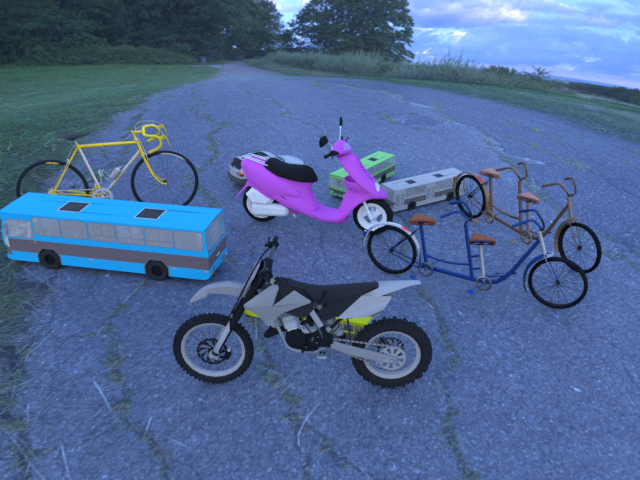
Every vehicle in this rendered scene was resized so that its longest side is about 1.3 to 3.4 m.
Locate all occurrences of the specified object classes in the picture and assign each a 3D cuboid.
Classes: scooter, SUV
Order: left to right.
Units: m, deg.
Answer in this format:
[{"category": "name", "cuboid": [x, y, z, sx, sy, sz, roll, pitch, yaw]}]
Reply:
[{"category": "SUV", "cuboid": [-1.036, -1.449, 13.768, 1.572, 0.580, 0.656, -17, 30, -30]}, {"category": "scooter", "cuboid": [-0.116, -1.025, 11.516, 2.721, 1.786, 1.288, 7, 27, 14]}]

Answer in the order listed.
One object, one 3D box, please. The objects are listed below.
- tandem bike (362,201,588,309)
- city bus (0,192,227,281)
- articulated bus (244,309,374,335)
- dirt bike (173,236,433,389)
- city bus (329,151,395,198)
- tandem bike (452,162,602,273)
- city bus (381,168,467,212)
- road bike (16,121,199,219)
[{"category": "tandem bike", "cuboid": [2.081, 0.110, 9.706, 3.192, 1.326, 0.550, 12, 28, 22]}, {"category": "city bus", "cuboid": [-3.079, -0.042, 10.512, 3.255, 0.894, 0.926, 5, 26, 11]}, {"category": "articulated bus", "cuboid": [-0.157, 0.981, 9.099, 1.749, 0.289, 0.311, 10, 28, 20]}, {"category": "dirt bike", "cuboid": [-0.201, 0.913, 7.662, 2.903, 1.666, 1.024, 1, 26, 2]}, {"category": "city bus", "cuboid": [0.832, -1.251, 13.499, 0.476, 0.460, 1.674, 19, 32, 33]}, {"category": "tandem bike", "cuboid": [3.195, -0.576, 11.119, 0.550, 1.326, 3.192, -15, 30, -28]}, {"category": "city bus", "cuboid": [1.903, -0.907, 12.790, 1.674, 0.460, 0.476, -14, 29, -27]}, {"category": "road bike", "cuboid": [-3.592, -1.125, 11.872, 3.004, 1.656, 0.697, -7, 27, -13]}]
